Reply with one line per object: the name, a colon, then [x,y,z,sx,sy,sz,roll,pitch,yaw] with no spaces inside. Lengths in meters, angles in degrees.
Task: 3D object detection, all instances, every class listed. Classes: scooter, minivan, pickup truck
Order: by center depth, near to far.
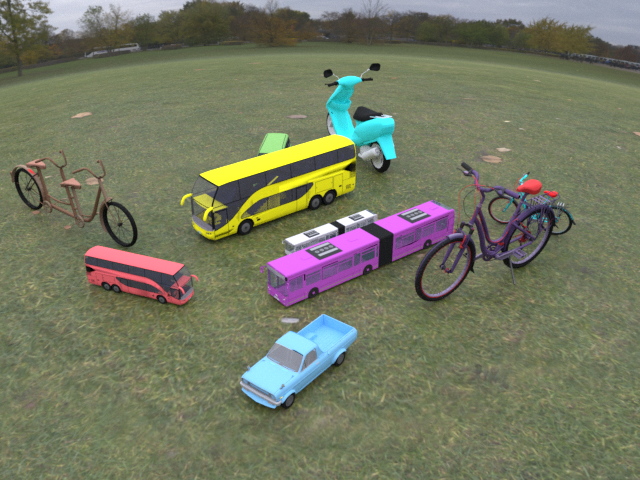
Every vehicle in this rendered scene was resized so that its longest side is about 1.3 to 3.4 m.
pickup truck: [-0.225,1.379,8.377,0.640,0.511,1.603,21,35,33]
minivan: [-0.913,-1.537,13.539,0.681,0.616,1.548,2,29,4]
scooter: [0.777,-2.548,14.157,1.288,1.786,2.721,-13,32,-22]

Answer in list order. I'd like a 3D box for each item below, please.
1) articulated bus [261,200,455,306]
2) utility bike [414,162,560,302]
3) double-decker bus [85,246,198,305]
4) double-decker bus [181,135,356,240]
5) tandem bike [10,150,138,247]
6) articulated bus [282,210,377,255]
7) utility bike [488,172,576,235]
articulated bus: [0.692,0.134,10.576,3.401,0.561,0.605,-21,35,-33]
utility bike: [2.502,-0.135,9.742,2.791,1.839,1.039,-18,33,-29]
double-decker bus: [-2.549,0.506,9.924,1.672,0.541,0.389,11,31,19]
double-decker bus: [-0.763,-0.923,11.979,3.251,1.052,0.756,-22,36,-34]
tandem bike: [-4.137,-0.814,11.500,3.192,1.326,0.550,19,34,30]
articulated bus: [0.194,-0.107,11.292,1.749,0.289,0.311,-21,35,-32]
utility bike: [3.461,-0.557,11.427,1.435,0.946,0.535,14,32,23]
